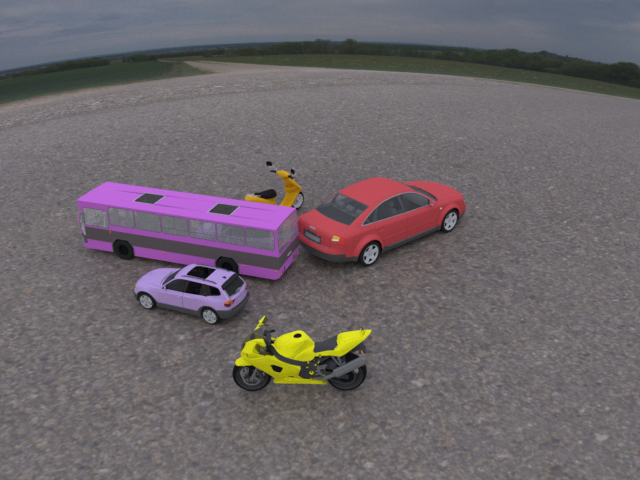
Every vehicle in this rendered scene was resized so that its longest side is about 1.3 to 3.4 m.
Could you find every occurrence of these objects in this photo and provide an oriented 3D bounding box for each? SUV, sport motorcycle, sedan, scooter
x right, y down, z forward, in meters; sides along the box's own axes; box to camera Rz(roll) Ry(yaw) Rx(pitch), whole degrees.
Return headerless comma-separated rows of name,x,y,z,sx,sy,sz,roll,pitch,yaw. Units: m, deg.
SUV,-1.715,0.630,9.276,1.572,0.580,0.656,10,28,20
sport motorcycle,-0.208,1.301,7.659,1.520,0.821,0.506,-1,26,-1
sedan,1.054,-0.476,11.092,3.137,0.940,1.235,-20,33,-35
scooter,-0.763,-0.775,11.716,0.662,0.919,1.399,22,34,37

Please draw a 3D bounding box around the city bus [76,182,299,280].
city bus,-1.977,-0.135,10.459,3.255,0.894,0.926,9,28,17
